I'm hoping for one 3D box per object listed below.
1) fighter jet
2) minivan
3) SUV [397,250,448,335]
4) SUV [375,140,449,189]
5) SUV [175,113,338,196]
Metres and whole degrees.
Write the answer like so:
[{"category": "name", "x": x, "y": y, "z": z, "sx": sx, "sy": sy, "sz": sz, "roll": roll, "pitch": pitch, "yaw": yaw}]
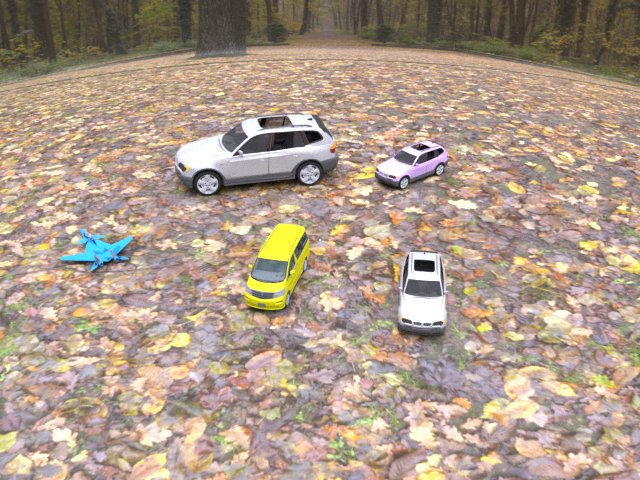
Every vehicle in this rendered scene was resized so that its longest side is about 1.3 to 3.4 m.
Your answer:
[{"category": "fighter jet", "x": -3.544, "y": 0.018, "z": 10.968, "sx": 1.147, "sy": 0.286, "sz": 1.358, "roll": -19, "pitch": 35, "yaw": -30}, {"category": "minivan", "x": -0.599, "y": 0.368, "z": 10.012, "sx": 0.681, "sy": 0.616, "sz": 1.548, "roll": 7, "pitch": 30, "yaw": 12}, {"category": "SUV", "x": 1.393, "y": 0.679, "z": 9.498, "sx": 0.656, "sy": 0.580, "sz": 1.572, "roll": 4, "pitch": 30, "yaw": 7}, {"category": "SUV", "x": 1.754, "y": -1.465, "z": 13.295, "sx": 1.572, "sy": 0.580, "sz": 0.656, "roll": -22, "pitch": 36, "yaw": -33}, {"category": "SUV", "x": -1.187, "y": -1.677, "z": 13.112, "sx": 3.058, "sy": 1.128, "sz": 1.276, "roll": -7, "pitch": 30, "yaw": -12}]
